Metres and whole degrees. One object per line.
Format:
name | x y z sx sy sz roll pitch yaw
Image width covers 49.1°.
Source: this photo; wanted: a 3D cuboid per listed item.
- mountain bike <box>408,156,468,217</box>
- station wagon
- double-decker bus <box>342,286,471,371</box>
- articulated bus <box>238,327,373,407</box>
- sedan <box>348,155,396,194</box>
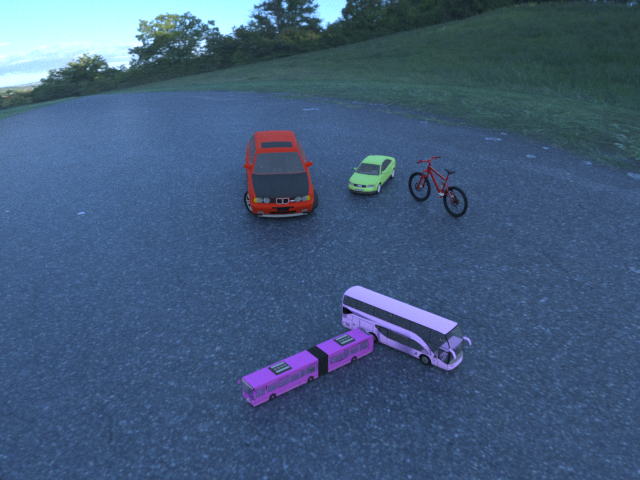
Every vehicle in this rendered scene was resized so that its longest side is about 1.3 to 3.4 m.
mountain bike | 2.106 -0.968 12.535 0.573 0.868 1.469 -17 30 -32
station wagon | -0.809 -1.359 13.306 1.327 0.920 3.105 -3 25 -6
double-decker bus | 1.010 1.073 8.577 1.672 0.541 0.389 19 31 35
articulated bus | -0.116 1.439 8.093 1.749 0.289 0.311 -18 31 -34
sedan | 1.036 -1.346 13.793 0.635 0.483 1.613 10 27 20
